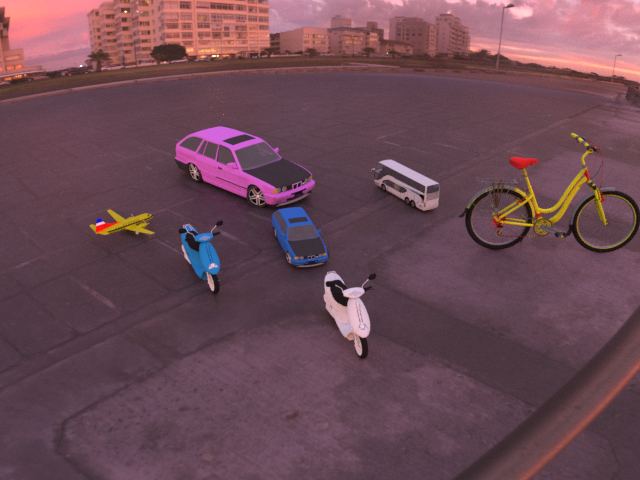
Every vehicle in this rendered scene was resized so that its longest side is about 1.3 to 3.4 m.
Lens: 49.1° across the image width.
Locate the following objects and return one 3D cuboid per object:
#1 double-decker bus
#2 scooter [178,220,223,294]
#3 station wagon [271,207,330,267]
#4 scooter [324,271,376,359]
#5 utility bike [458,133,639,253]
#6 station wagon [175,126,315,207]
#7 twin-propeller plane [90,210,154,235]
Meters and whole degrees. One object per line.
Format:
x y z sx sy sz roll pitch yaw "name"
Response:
1.577 -1.049 13.039 0.389 0.541 1.672 -15 30 -27 "double-decker bus"
-1.756 0.130 10.223 0.662 0.919 1.399 -13 29 -25 "scooter"
-0.339 -0.095 11.182 0.682 0.473 1.597 -7 27 -14 "station wagon"
0.332 0.800 8.866 0.662 0.919 1.399 -8 28 -17 "scooter"
3.590 -0.715 10.896 2.791 1.839 1.039 2 26 4 "utility bike"
-1.494 -1.496 13.517 3.105 0.920 1.327 23 34 38 "station wagon"
-3.259 -0.310 11.693 1.370 0.407 1.095 23 34 38 "twin-propeller plane"
